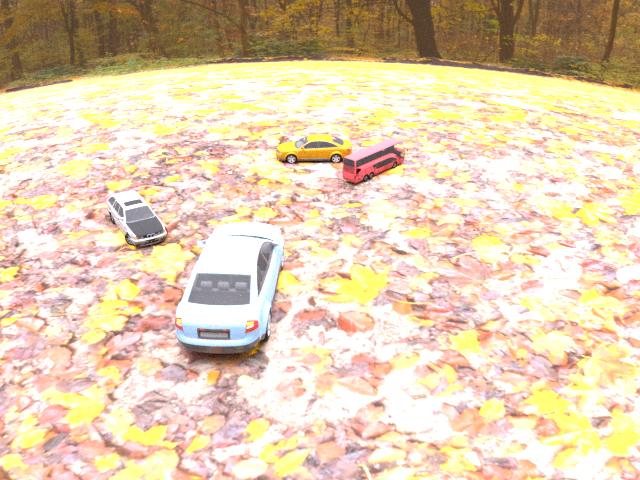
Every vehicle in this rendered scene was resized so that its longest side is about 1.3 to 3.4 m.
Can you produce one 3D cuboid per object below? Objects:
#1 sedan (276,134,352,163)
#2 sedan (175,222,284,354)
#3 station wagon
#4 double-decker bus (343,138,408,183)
[{"bbox_3d":[-0.127,-1.934,14.663,1.613,0.483,0.635,-1,28,-2],"label":"sedan"},{"bbox_3d":[-1.182,0.430,9.751,1.235,0.940,3.137,2,28,3],"label":"sedan"},{"bbox_3d":[-3.114,-0.408,11.815,0.682,0.473,1.597,-16,32,-27],"label":"station wagon"},{"bbox_3d":[1.108,-1.601,13.977,0.389,0.541,1.672,24,36,37],"label":"double-decker bus"}]
